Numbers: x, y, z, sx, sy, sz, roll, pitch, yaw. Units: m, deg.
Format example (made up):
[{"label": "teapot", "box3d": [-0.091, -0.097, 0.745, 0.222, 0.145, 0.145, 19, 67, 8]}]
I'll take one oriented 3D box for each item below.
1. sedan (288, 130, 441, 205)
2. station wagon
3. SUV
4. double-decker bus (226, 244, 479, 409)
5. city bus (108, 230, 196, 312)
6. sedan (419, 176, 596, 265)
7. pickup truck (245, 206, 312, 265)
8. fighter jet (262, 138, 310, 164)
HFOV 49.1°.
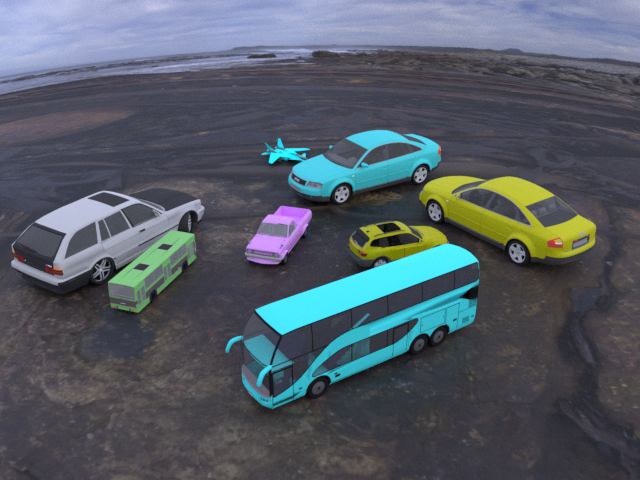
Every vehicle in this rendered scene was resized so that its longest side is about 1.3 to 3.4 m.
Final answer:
[{"label": "sedan", "box3d": [0.873, -1.490, 13.230, 3.137, 0.940, 1.235, -16, 31, -28]}, {"label": "station wagon", "box3d": [-3.151, -0.244, 10.808, 1.327, 0.920, 3.105, 16, 31, 29]}, {"label": "SUV", "box3d": [1.200, 0.026, 10.653, 1.572, 0.580, 0.656, -10, 29, -19]}, {"label": "double-decker bus", "box3d": [0.511, 0.970, 8.283, 3.251, 1.052, 0.756, -17, 31, -30]}, {"label": "city bus", "box3d": [-2.343, 0.437, 9.980, 0.476, 0.460, 1.674, 9, 28, 17]}, {"label": "sedan", "box3d": [2.927, -0.519, 11.325, 1.235, 0.940, 3.137, -18, 32, -31]}, {"label": "pickup truck", "box3d": [-0.630, -0.141, 11.056, 0.640, 0.511, 1.603, 8, 28, 15]}, {"label": "fighter jet", "box3d": [-0.548, -1.789, 14.534, 1.358, 0.286, 1.147, 23, 35, 37]}]
